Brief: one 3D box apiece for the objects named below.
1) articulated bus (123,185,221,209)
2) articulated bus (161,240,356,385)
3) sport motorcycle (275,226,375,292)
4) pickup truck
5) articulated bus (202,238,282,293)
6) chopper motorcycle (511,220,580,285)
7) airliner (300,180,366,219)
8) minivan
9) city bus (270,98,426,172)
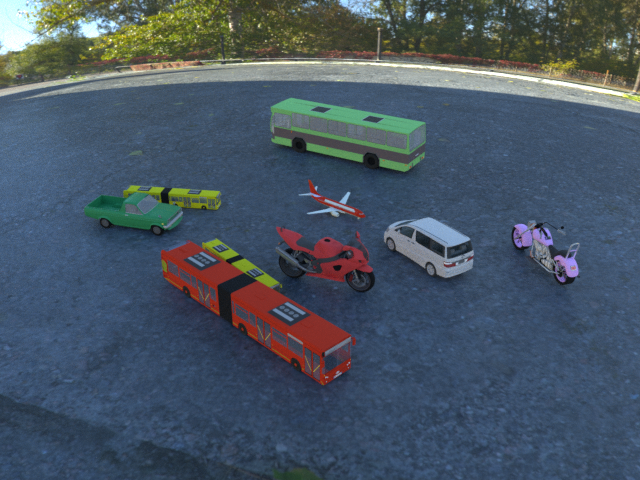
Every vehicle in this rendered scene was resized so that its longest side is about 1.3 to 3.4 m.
[{"bbox_3d":[-2.627,-0.759,12.487,1.749,0.289,0.311,4,28,8],"label":"articulated bus"},{"bbox_3d":[-0.944,0.850,9.189,0.605,0.561,3.401,-25,37,-38],"label":"articulated bus"},{"bbox_3d":[0.071,0.268,10.001,1.520,0.821,0.506,11,30,20],"label":"sport motorcycle"},{"bbox_3d":[-3.137,-0.504,11.774,1.603,0.511,0.640,8,29,14],"label":"pickup truck"},{"bbox_3d":[-1.179,0.430,10.263,0.311,0.289,1.749,-21,34,-33],"label":"articulated bus"},{"bbox_3d":[3.345,0.062,10.451,0.466,0.761,1.563,-8,29,-15],"label":"chopper motorcycle"},{"bbox_3d":[0.273,-0.699,12.226,1.307,0.429,1.161,22,35,34],"label":"airliner"},{"bbox_3d":[1.628,0.018,10.686,0.681,0.616,1.548,-17,33,-29],"label":"minivan"},{"bbox_3d":[0.529,-2.174,14.492,3.255,0.894,0.926,16,32,27],"label":"city bus"}]
